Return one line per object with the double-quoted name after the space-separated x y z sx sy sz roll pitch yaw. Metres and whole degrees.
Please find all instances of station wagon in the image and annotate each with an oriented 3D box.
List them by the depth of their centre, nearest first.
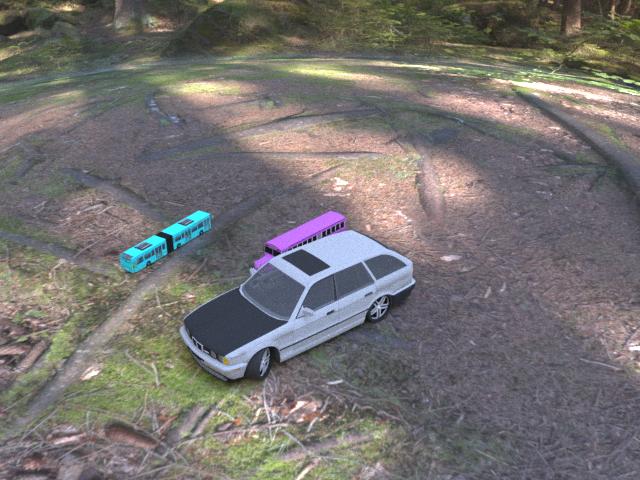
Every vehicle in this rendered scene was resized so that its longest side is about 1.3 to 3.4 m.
-0.230 0.684 8.762 3.105 0.920 1.327 -21 35 -34 "station wagon"

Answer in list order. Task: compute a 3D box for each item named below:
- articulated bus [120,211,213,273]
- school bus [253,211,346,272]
-2.312 0.003 10.698 0.311 0.289 1.749 17 32 28 "articulated bus"
-0.292 0.059 10.441 0.365 0.434 1.708 23 36 36 "school bus"
